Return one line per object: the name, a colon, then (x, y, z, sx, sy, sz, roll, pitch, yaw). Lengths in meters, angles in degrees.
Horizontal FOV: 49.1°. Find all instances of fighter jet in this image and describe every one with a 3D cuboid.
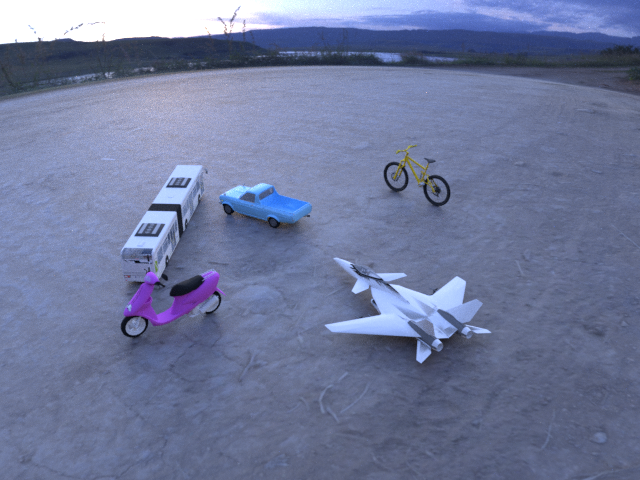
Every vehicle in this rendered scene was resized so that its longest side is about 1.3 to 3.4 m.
fighter jet: (0.925, 0.619, 9.277, 2.229, 0.557, 2.640, -17, 31, -29)

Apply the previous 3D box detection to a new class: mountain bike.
mountain bike: (1.707, -1.145, 12.383, 1.469, 0.868, 0.573, 24, 36, 39)

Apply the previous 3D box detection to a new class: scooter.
scooter: (-1.850, 0.666, 8.787, 1.399, 0.919, 0.662, -16, 31, -28)

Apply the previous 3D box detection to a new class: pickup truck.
pickup truck: (-0.935, -0.634, 11.778, 1.603, 0.511, 0.640, 16, 31, 29)

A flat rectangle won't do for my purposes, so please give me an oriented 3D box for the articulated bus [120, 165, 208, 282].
articulated bus: (-2.421, -0.370, 11.205, 0.605, 0.561, 3.401, 1, 27, 3)
